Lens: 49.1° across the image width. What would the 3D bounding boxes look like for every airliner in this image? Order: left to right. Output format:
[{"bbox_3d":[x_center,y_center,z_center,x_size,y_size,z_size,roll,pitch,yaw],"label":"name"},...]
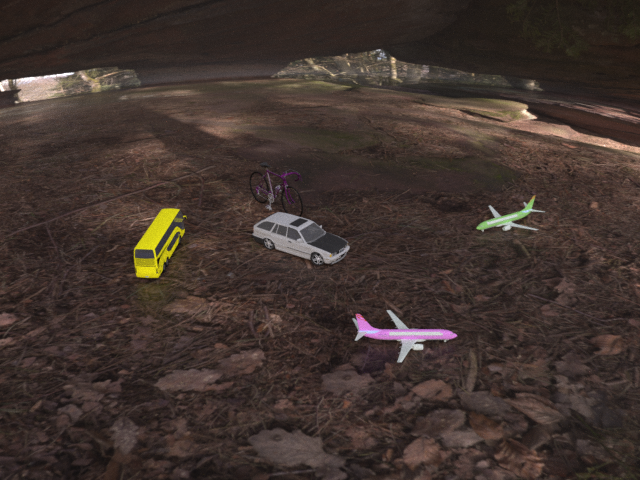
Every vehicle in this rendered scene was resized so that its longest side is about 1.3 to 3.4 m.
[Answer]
[{"bbox_3d":[1.067,1.097,8.714,1.307,0.429,1.161,-1,26,-1],"label":"airliner"},{"bbox_3d":[3.171,-0.442,11.884,1.307,0.429,1.161,-14,29,-26],"label":"airliner"}]

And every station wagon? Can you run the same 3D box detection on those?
[{"bbox_3d":[-0.302,-0.059,11.045,1.597,0.473,0.682,17,31,31],"label":"station wagon"}]

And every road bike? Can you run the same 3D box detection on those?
[{"bbox_3d":[-0.794,-0.914,12.373,0.358,0.852,1.545,-21,33,-36],"label":"road bike"}]

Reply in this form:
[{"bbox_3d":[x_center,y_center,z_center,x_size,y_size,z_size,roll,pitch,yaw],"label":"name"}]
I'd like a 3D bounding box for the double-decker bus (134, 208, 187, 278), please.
[{"bbox_3d":[-2.454,0.009,10.827,0.389,0.541,1.672,2,26,4],"label":"double-decker bus"}]
